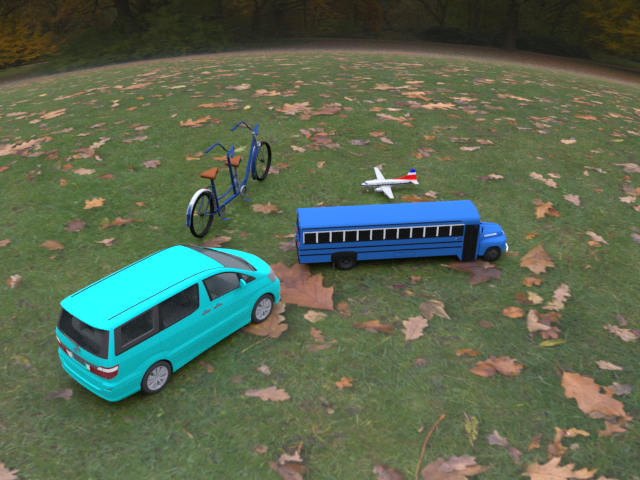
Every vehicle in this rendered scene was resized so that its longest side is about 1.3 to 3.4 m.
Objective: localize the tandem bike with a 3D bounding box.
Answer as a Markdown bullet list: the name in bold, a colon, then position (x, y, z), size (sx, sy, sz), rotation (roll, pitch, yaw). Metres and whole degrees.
- **tandem bike**: position (-1.544, -1.181, 12.302), size (0.550, 1.326, 3.192), rotation (11, 32, 18)

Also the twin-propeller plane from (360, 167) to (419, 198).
- **twin-propeller plane**: position (1.285, -1.115, 13.109), size (1.095, 0.407, 1.370), rotation (-4, 30, -7)

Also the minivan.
- **minivan**: position (-1.817, 0.801, 8.982), size (1.324, 1.197, 3.011), rotation (22, 37, 33)

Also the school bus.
- **school bus**: position (1.290, -0.105, 10.913), size (3.322, 0.844, 0.709), rotation (-3, 30, -5)
